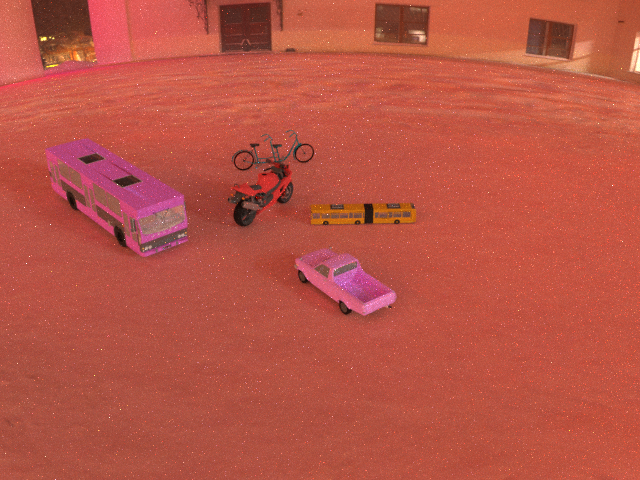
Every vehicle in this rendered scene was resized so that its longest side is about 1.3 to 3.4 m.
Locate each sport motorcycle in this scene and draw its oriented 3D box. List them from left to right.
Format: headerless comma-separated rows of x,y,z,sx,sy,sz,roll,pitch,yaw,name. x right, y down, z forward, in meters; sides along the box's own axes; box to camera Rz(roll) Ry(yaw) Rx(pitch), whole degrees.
-0.931,-0.800,11.643,0.506,0.821,1.520,19,34,30,sport motorcycle

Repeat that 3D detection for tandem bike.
-0.897,-1.726,13.462,1.642,0.682,0.283,-9,30,-16,tandem bike

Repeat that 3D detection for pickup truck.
0.316,0.517,9.583,0.640,0.511,1.603,-20,35,-31,pickup truck

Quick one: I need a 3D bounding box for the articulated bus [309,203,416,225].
0.695,-0.434,11.532,1.749,0.289,0.311,-1,29,-2,articulated bus

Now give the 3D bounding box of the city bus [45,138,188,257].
-3.386,-0.738,11.455,0.926,0.894,3.255,-23,37,-36,city bus
